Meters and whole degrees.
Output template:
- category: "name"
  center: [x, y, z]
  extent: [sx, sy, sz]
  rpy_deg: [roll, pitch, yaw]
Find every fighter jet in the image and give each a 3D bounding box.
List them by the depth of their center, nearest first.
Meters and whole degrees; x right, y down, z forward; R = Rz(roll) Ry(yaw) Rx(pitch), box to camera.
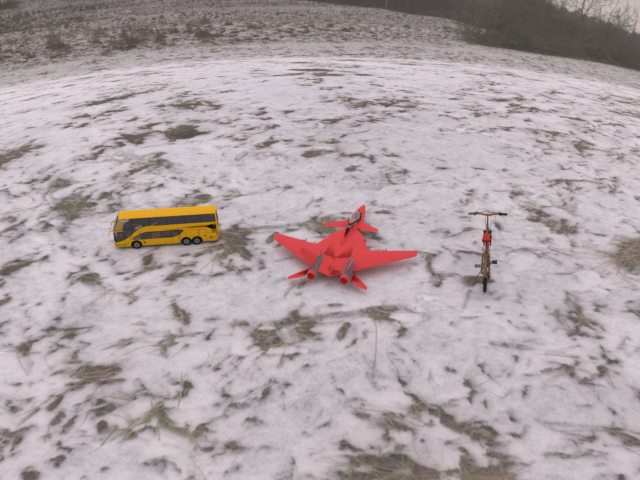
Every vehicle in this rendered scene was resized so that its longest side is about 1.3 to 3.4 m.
- category: "fighter jet"
  center: [0.423, -0.145, 10.792]
  extent: [2.229, 0.557, 2.640]
  rpy_deg: [7, 29, 13]

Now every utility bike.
- category: "utility bike"
  center: [2.328, 0.094, 9.937]
  extent: [0.535, 0.946, 1.435]
  rpy_deg: [7, 29, 12]

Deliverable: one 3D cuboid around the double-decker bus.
- category: "double-decker bus"
  center: [-2.425, -0.206, 10.922]
  extent: [1.672, 0.541, 0.389]
  rpy_deg: [-4, 29, -7]
